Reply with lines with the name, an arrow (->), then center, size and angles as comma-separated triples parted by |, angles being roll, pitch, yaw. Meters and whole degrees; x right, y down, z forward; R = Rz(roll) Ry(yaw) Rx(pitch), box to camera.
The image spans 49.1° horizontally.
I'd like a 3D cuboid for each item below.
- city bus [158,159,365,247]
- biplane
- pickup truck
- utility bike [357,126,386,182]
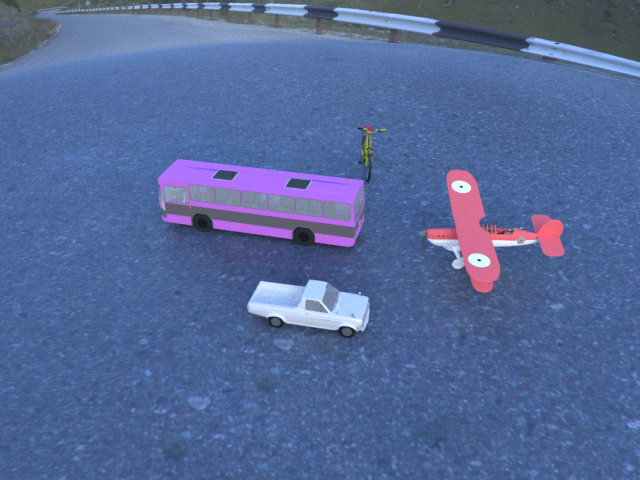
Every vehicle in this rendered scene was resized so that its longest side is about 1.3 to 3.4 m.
city bus -> -0.945, -0.586, 11.356 | 3.255, 0.894, 0.926 | 8, 32, 13
biplane -> 2.518, -0.040, 10.359 | 2.120, 0.981, 2.598 | 0, 31, 1
pickup truck -> -0.143, 0.845, 9.337 | 1.603, 0.511, 0.640 | 7, 32, 11
utility bike -> 0.940, -1.756, 13.265 | 0.535, 0.946, 1.435 | -1, 31, -2
